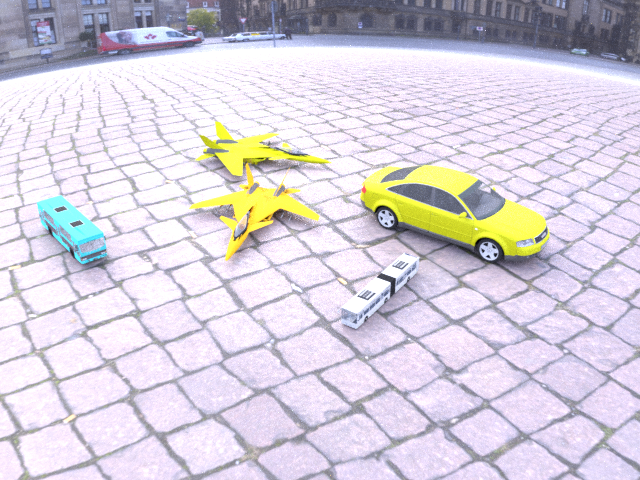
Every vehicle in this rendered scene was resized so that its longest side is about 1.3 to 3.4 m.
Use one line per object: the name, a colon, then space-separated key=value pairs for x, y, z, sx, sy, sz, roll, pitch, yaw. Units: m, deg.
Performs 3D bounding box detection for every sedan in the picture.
sedan: x=2.123 y=-0.558 z=11.218 sx=3.137 sy=0.940 sz=1.235 roll=20 pitch=35 yaw=31

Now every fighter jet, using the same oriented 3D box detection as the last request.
fighter jet: x=-1.148 y=-0.480 z=11.468 sx=2.229 sy=0.557 sz=2.640 roll=5 pitch=30 yaw=9
fighter jet: x=-1.034 y=-1.824 z=13.826 sx=2.640 sy=0.557 sz=2.229 roll=8 pitch=31 yaw=14

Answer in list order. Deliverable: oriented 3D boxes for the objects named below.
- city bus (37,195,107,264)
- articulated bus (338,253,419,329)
city bus: x=-3.915 y=-0.167 z=11.018 sx=0.476 sy=0.460 sz=1.674 roll=-22 pitch=36 yaw=-34
articulated bus: x=0.856 y=0.676 z=9.712 sx=0.311 sy=0.289 sz=1.749 roll=19 pitch=35 yaw=30
